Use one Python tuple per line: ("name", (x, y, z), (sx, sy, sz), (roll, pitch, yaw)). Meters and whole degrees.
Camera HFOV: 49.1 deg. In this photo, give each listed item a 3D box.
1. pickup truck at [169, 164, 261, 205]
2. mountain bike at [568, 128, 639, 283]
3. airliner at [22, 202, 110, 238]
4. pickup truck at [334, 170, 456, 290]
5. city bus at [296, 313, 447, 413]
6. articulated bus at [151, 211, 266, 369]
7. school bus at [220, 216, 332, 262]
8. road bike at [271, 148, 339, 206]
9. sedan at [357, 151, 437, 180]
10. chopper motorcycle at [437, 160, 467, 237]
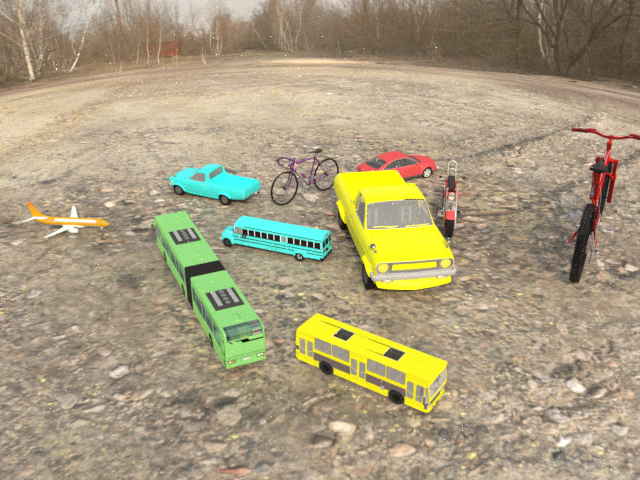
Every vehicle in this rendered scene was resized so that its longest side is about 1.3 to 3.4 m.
("pickup truck", (-1.840, -1.015, 12.172), (1.603, 0.511, 0.640), (13, 29, 23))
("mountain bike", (3.957, -0.580, 10.012), (1.114, 1.688, 2.857), (13, 30, 24))
("airliner", (-3.959, -0.377, 11.004), (1.307, 0.429, 1.161), (2, 27, 3))
("pickup truck", (1.000, -0.335, 10.297), (1.244, 0.993, 3.117), (-4, 27, -8))
("city bus", (0.527, 1.325, 7.613), (1.674, 0.460, 0.476), (17, 32, 30))
("articulated bus", (-1.525, 0.506, 9.116), (0.605, 0.561, 3.401), (-12, 29, -22))
("school bus", (-0.677, -0.036, 10.325), (1.708, 0.434, 0.365), (11, 29, 20))
("road bike", (-0.242, -1.123, 12.008), (1.545, 0.852, 0.358), (-22, 34, -37))
("sedan", (1.432, -1.368, 12.898), (1.613, 0.483, 0.635), (-15, 30, -27))
("chopper motorcycle", (2.095, -0.675, 11.225), (0.466, 0.761, 1.563), (4, 27, 9))
